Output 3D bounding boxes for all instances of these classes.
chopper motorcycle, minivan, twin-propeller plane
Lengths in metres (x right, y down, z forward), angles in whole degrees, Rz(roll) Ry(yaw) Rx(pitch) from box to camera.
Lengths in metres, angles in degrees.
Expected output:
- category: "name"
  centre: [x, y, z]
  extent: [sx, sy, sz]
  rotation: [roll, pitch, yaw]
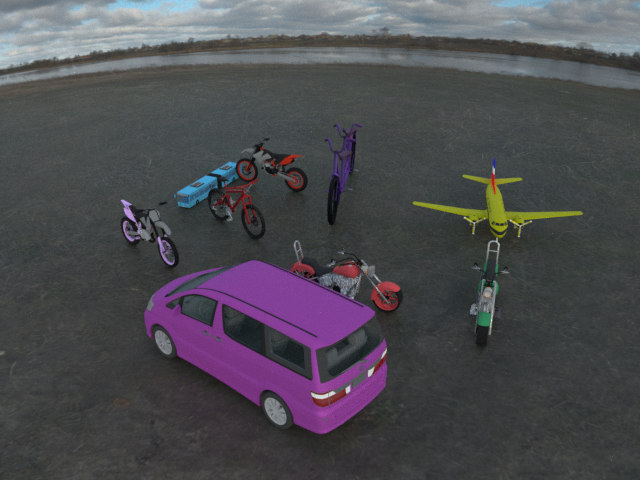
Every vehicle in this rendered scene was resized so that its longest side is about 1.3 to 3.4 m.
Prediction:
- category: "chopper motorcycle"
  centre: [2.116, 0.649, 8.830]
  extent: [0.466, 0.761, 1.563]
  rotation: [7, 28, 14]
- category: "chopper motorcycle"
  centre: [0.327, 0.473, 9.180]
  extent: [1.563, 0.761, 0.466]
  rotation: [10, 29, 20]
- category: "minivan"
  centre: [-0.720, 0.944, 7.759]
  extent: [3.011, 1.197, 1.324]
  rotation: [21, 34, 36]
- category: "twin-propeller plane"
  centre: [2.859, -0.652, 11.381]
  extent: [2.663, 0.792, 2.129]
  rotation: [4, 27, 8]

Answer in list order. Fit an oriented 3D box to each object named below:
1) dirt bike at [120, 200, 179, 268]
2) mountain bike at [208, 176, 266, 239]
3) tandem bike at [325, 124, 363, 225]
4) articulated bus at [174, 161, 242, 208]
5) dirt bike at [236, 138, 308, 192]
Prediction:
- category: "dirt bike"
  centre: [-2.541, -0.157, 10.326]
  extent: [0.527, 0.857, 1.493]
  rotation: [-24, 35, -39]
- category: "mountain bike"
  centre: [-1.356, -0.570, 11.134]
  extent: [0.573, 0.868, 1.469]
  rotation: [-23, 35, -38]
- category: "tandem bike"
  centre: [0.415, -1.402, 12.278]
  extent: [0.550, 1.326, 3.192]
  rotation: [4, 27, 9]
- category: "articulated bus"
  centre: [-1.976, -1.019, 12.671]
  extent: [0.311, 0.289, 1.749]
  rotation: [12, 29, 23]
- category: "dirt bike"
  centre: [-0.900, -1.359, 12.714]
  extent: [1.493, 0.857, 0.527]
  rotation: [12, 29, 23]
